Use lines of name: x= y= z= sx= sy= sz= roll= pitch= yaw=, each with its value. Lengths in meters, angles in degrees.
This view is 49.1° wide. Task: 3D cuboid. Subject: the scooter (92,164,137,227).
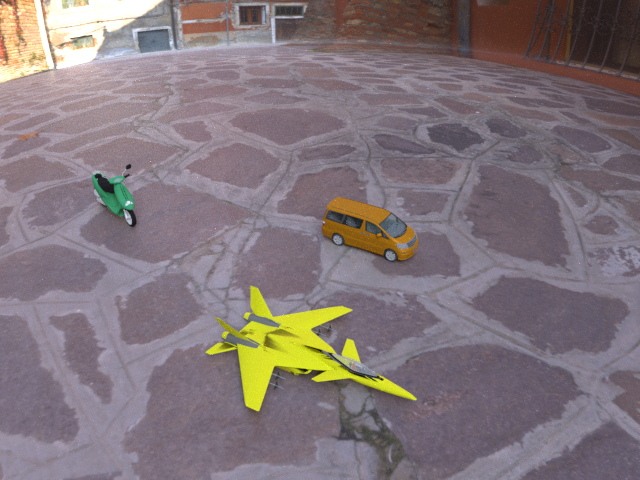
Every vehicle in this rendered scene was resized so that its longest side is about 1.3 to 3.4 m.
scooter: x=-3.523 y=-0.837 z=11.895 sx=0.662 sy=0.919 sz=1.399 roll=-24 pitch=38 yaw=-35

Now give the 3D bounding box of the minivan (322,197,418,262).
minivan: x=0.802 y=-0.186 z=11.090 sx=1.548 sy=0.616 sz=0.681 roll=17 pitch=35 yaw=26

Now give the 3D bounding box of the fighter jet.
fighter jet: x=-0.023 y=1.347 z=8.553 sx=2.640 sy=0.557 sz=2.229 roll=17 pitch=35 yaw=26
